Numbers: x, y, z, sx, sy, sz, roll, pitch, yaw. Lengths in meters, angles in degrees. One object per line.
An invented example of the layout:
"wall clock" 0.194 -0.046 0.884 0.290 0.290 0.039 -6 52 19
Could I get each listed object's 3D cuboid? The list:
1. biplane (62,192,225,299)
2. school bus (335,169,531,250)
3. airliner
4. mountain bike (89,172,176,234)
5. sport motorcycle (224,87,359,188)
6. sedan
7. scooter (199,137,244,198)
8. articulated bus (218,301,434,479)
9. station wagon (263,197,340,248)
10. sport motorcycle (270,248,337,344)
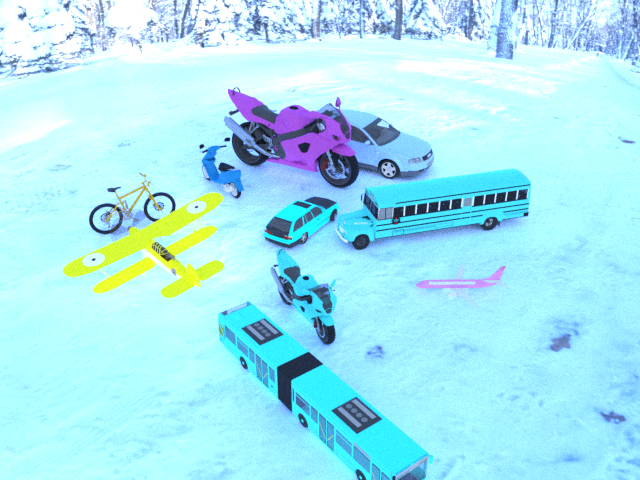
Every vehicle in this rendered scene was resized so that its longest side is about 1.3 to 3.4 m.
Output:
"biplane" -2.329 0.248 10.205 2.598 0.981 2.120 -23 37 -34
"school bus" 1.889 -0.552 11.734 3.322 0.844 0.709 -8 31 -14
"airliner" 2.052 0.560 10.214 1.307 0.429 1.161 0 30 0
"mountain bike" -3.158 -0.590 11.777 1.469 0.868 0.573 -14 33 -23
"sport motorcycle" -0.550 -1.987 13.479 2.955 1.596 0.983 17 34 27
"sedan" 0.815 -2.069 14.282 3.137 0.940 1.235 16 33 26
"scooter" -1.854 -1.375 13.093 0.662 0.919 1.399 -21 36 -32
"articulated bus" -0.108 1.737 8.033 0.605 0.561 3.401 -21 36 -32
"station wagon" -0.278 -0.406 11.853 0.682 0.473 1.597 18 34 28
"sport motorcycle" -0.205 0.755 9.482 0.506 0.821 1.520 -16 33 -25
